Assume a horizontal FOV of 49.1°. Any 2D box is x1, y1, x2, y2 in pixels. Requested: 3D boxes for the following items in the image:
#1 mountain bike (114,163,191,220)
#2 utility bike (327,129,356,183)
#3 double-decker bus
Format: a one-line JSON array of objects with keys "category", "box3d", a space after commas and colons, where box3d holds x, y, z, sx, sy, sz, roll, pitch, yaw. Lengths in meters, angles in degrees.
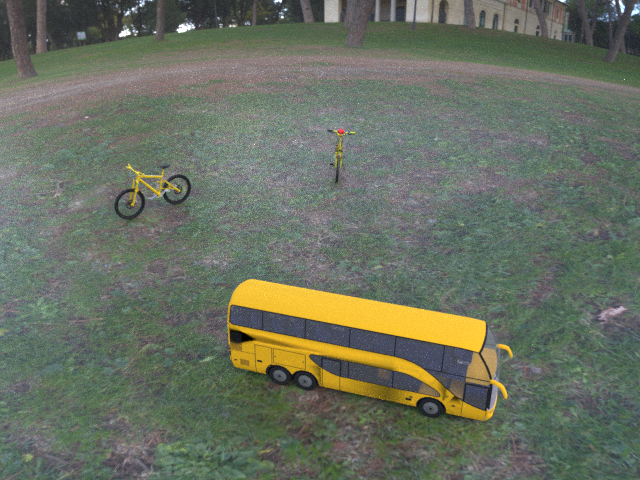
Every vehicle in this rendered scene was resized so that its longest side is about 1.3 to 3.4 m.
[{"category": "mountain bike", "box3d": [-2.893, -0.893, 12.110, 1.469, 0.868, 0.573, -22, 36, -34]}, {"category": "utility bike", "box3d": [0.411, -1.748, 13.566, 0.535, 0.946, 1.435, 1, 29, 2]}, {"category": "double-decker bus", "box3d": [0.522, 1.252, 8.065, 3.251, 1.052, 0.756, 9, 30, 16]}]
